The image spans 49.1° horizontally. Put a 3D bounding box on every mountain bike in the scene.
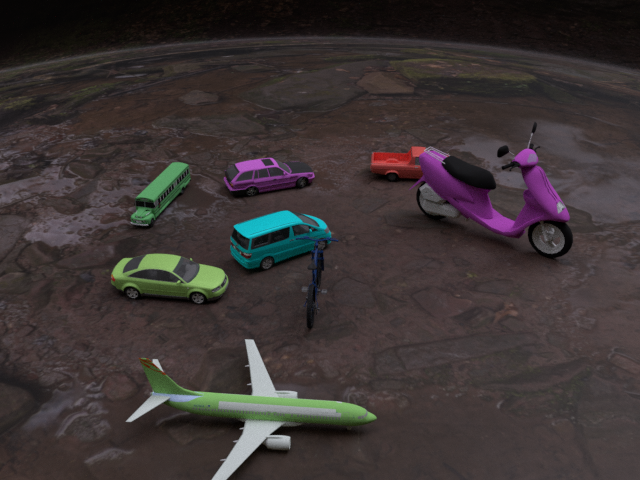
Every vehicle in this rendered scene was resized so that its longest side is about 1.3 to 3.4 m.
[{"bbox_3d":[-0.065,0.487,9.298,0.573,0.868,1.469,3,31,5],"label":"mountain bike"}]

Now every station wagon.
[{"bbox_3d":[-0.893,-1.182,12.479,1.597,0.473,0.682,-11,32,-17],"label":"station wagon"}]

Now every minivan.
[{"bbox_3d":[-0.562,-0.072,10.482,1.548,0.616,0.681,-19,36,-28],"label":"minivan"}]

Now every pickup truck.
[{"bbox_3d":[1.716,-1.407,12.821,1.603,0.511,0.640,3,31,4],"label":"pickup truck"}]

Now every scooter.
[{"bbox_3d":[2.601,-0.846,10.636,2.721,1.786,1.288,21,37,31],"label":"scooter"}]

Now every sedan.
[{"bbox_3d":[-2.073,0.489,9.670,1.613,0.483,0.635,4,31,7],"label":"sedan"}]

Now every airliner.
[{"bbox_3d":[-0.664,1.638,7.404,2.541,0.835,2.257,2,31,4],"label":"airliner"}]

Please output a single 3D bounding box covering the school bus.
[{"bbox_3d":[-2.691,-0.777,11.839,0.365,0.434,1.708,7,32,12],"label":"school bus"}]
